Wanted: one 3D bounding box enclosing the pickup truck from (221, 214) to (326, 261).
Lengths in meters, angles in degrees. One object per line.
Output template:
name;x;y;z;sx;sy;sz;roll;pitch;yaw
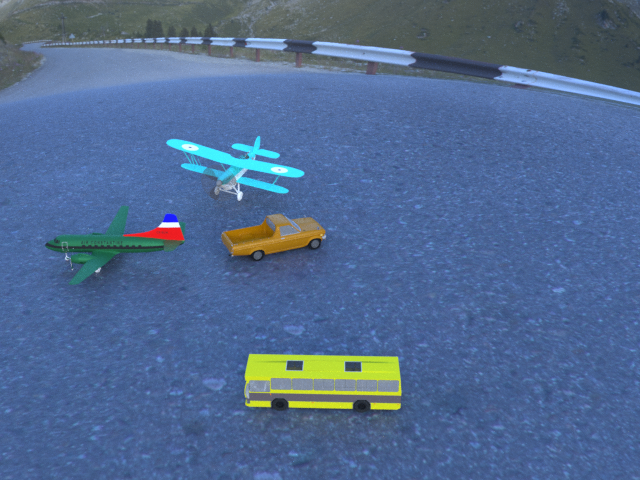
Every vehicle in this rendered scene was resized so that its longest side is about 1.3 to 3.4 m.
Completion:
pickup truck;-0.718;-0.091;10.957;1.603;0.511;0.640;-11;28;-22

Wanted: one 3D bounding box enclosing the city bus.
city bus;0.034;1.563;7.638;1.674;0.460;0.476;1;26;2

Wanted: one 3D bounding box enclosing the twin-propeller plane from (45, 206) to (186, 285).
twin-propeller plane;-3.103;-0.039;10.531;2.129;0.792;2.663;0;26;1

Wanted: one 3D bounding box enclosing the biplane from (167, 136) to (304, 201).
biplane;-1.454;-1.366;13.027;2.598;0.981;2.120;7;27;14
